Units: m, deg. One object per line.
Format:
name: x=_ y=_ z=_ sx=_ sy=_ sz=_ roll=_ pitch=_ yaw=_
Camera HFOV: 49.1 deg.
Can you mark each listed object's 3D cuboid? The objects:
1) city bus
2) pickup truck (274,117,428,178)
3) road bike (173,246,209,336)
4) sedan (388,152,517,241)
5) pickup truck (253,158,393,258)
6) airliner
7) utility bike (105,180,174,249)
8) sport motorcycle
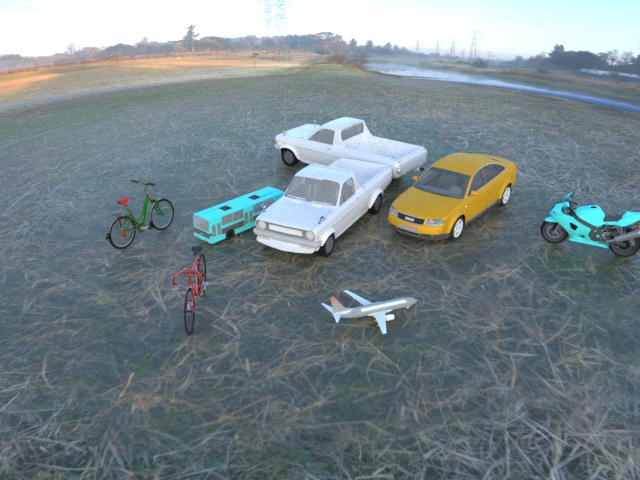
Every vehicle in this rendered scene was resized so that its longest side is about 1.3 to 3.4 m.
city bus: x=-1.309 y=-0.412 z=11.643 sx=0.476 sy=0.460 sz=1.674 roll=22 pitch=33 yaw=38
pickup truck: x=0.567 y=-1.877 z=14.064 sx=3.117 sy=0.993 sz=1.244 roll=18 pitch=31 yaw=33
road bike: x=-1.629 y=0.577 z=9.146 sx=0.358 sy=0.852 sz=1.545 roll=0 pitch=26 yaw=0
sedan: x=2.342 y=-0.893 z=12.087 sx=1.235 sy=0.940 sz=3.137 roll=19 pitch=31 yaw=34
pickup truck: x=0.142 y=-0.729 z=11.687 sx=1.244 sy=0.993 sz=3.117 roll=13 pitch=29 yaw=24
airliner: x=0.709 y=0.813 z=9.144 sx=1.307 sy=0.429 sz=1.161 roll=-10 pitch=28 yaw=-20
utility bike: x=-2.915 y=-0.457 z=11.179 sx=0.535 sy=0.946 sz=1.435 roll=17 pitch=30 yaw=31
sport motorcycle: x=4.217 y=-0.221 z=10.833 sx=1.520 sy=0.821 sz=0.506 roll=12 pitch=28 yaw=24
